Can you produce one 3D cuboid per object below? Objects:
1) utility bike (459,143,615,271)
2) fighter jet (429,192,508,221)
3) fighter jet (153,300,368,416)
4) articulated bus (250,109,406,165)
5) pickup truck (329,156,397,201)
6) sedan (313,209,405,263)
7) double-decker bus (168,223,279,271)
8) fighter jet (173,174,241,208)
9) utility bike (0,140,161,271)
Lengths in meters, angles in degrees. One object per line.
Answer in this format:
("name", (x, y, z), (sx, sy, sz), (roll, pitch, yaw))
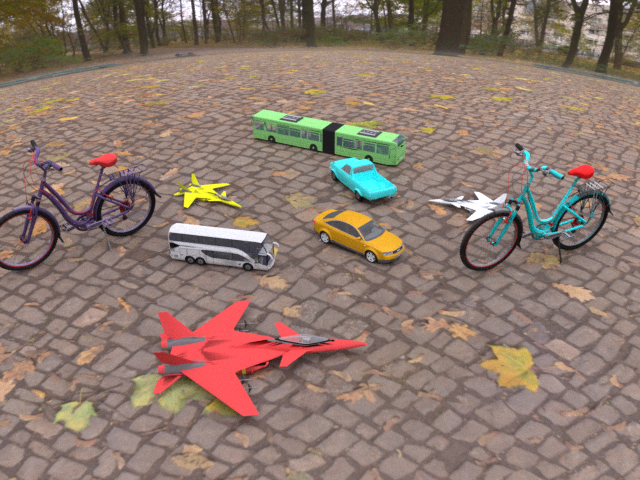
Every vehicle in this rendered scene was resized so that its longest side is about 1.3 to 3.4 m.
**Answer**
("utility bike", (3.362, -0.438, 10.307), (2.791, 1.839, 1.039), (-12, 32, -19))
("fighter jet", (2.588, -0.680, 12.285), (1.358, 0.286, 1.147), (9, 31, 15))
("fighter jet", (-0.703, 1.256, 8.646), (2.640, 0.557, 2.229), (-4, 30, -6))
("articulated bus", (0.117, -2.153, 14.572), (3.401, 0.561, 0.605), (15, 33, 24))
("pickup truck", (0.771, -1.172, 12.915), (0.640, 0.511, 1.603), (-14, 33, -23))
("sedan", (0.612, -0.122, 11.117), (1.613, 0.483, 0.635), (23, 37, 35))
("double-decker bus", (-1.473, 0.111, 10.655), (1.672, 0.541, 0.389), (6, 30, 11))
("fighter jet", (-1.942, -0.842, 12.566), (1.358, 0.286, 1.147), (19, 35, 29))
("utility bike", (-3.639, -0.581, 10.555), (2.791, 1.839, 1.039), (-22, 37, -33))
